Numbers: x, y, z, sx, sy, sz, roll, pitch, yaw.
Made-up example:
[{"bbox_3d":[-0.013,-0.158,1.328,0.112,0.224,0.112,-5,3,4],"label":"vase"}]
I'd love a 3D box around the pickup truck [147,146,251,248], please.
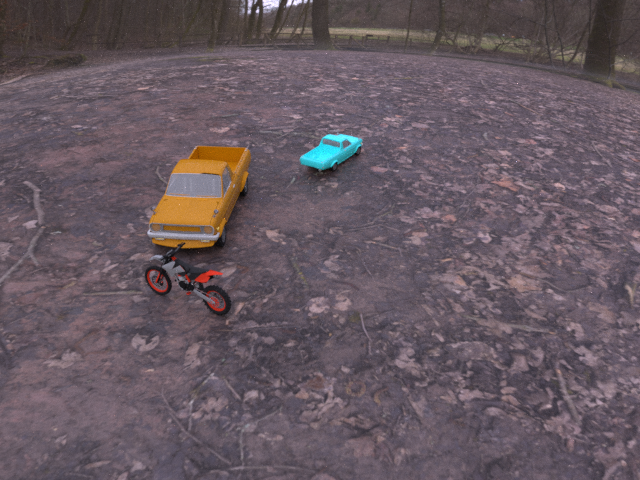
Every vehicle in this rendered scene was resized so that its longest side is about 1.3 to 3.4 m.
[{"bbox_3d":[-2.020,-0.920,12.205,1.244,0.993,3.117,3,30,5],"label":"pickup truck"}]

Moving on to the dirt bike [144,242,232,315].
[{"bbox_3d":[-1.889,0.546,9.804,1.493,0.857,0.527,15,33,24],"label":"dirt bike"}]

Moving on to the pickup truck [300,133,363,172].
[{"bbox_3d":[0.254,-1.833,14.268,0.640,0.511,1.603,18,34,28],"label":"pickup truck"}]
